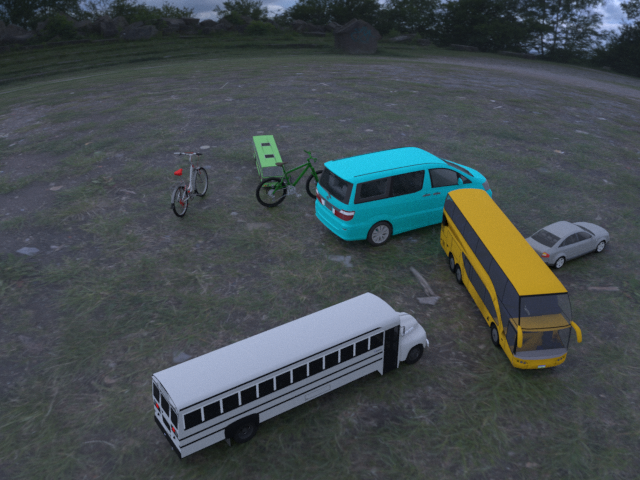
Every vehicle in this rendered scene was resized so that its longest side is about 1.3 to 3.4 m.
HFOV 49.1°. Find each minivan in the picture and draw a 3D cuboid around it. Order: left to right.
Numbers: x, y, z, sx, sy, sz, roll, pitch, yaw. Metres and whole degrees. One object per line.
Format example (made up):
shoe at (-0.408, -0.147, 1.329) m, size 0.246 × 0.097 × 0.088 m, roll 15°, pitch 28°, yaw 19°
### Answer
minivan at (1.444, -0.848, 11.524) m, size 3.011 × 1.197 × 1.324 m, roll -14°, pitch 31°, yaw -24°

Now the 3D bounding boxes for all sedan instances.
sedan at (3.783, -0.016, 10.735) m, size 1.613 × 0.483 × 0.635 m, roll -16°, pitch 32°, yaw -28°

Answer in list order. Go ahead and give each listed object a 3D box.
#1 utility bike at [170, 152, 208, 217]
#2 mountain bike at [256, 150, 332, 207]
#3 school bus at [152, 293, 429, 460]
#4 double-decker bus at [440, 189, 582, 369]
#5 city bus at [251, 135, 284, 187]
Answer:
utility bike at (-2.313, -1.020, 12.106) m, size 0.535 × 0.946 × 1.435 m, roll 8°, pitch 29°, yaw 14°
mountain bike at (-0.416, -1.040, 12.224) m, size 1.469 × 0.868 × 0.573 m, roll -10°, pitch 30°, yaw -18°
school bus at (-0.179, 1.365, 7.803) m, size 3.322 × 0.844 × 0.709 m, roll -18°, pitch 33°, yaw -29°
double-decker bus at (2.383, 0.425, 9.323) m, size 0.756 × 1.052 × 3.251 m, roll -4°, pitch 29°, yaw -7°
city bus at (-1.007, -1.525, 13.550) m, size 0.476 × 0.460 × 1.674 m, roll -5°, pitch 29°, yaw -9°
